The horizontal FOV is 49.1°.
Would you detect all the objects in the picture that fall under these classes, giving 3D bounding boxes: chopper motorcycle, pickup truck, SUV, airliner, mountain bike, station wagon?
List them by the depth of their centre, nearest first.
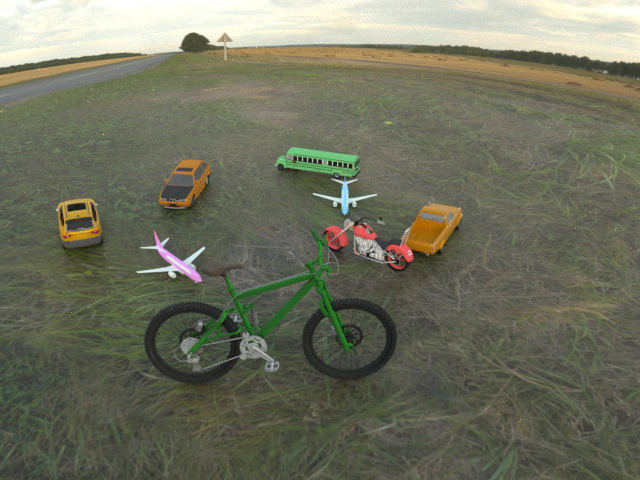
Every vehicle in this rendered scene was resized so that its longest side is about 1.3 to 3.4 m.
[{"bbox_3d":[-0.548,0.891,7.798,2.857,1.688,1.114,-1,27,-2],"label":"mountain bike"},{"bbox_3d":[-2.129,0.259,10.386,1.161,0.429,1.307,-22,35,-36],"label":"airliner"},{"bbox_3d":[0.709,-0.020,10.563,1.563,0.761,0.466,19,33,32],"label":"chopper motorcycle"},{"bbox_3d":[1.806,-0.229,11.239,0.640,0.511,1.603,13,30,23],"label":"pickup truck"},{"bbox_3d":[-3.938,-0.363,11.422,0.656,0.580,1.572,-10,29,-18],"label":"SUV"},{"bbox_3d":[0.448,-0.850,12.527,1.161,0.429,1.307,1,27,2],"label":"airliner"},{"bbox_3d":[-2.486,-1.070,12.904,0.682,0.473,1.597,3,28,6],"label":"station wagon"}]

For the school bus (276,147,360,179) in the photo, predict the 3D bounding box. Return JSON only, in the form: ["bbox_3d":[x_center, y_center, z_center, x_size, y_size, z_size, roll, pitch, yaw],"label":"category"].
[{"bbox_3d":[-0.063,-1.532,13.840,1.708,0.434,0.365,10,29,19],"label":"school bus"}]
